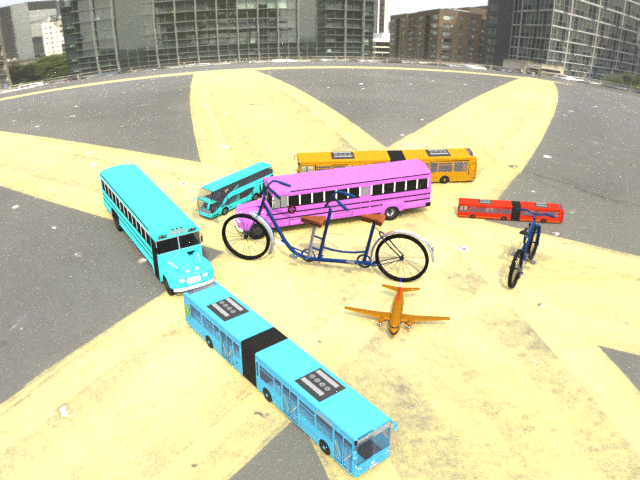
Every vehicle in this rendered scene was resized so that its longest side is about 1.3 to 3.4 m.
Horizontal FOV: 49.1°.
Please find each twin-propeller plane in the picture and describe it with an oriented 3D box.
[{"bbox_3d":[1.008,0.873,9.115,1.370,0.407,1.095,5,28,10],"label":"twin-propeller plane"}]

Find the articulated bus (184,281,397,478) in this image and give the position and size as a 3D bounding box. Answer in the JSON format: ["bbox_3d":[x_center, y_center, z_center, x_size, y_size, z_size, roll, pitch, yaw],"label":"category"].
[{"bbox_3d":[-0.506,1.422,7.911,0.605,0.561,3.401,-20,34,-33],"label":"articulated bus"}]

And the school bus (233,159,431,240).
[{"bbox_3d":[0.210,-0.715,11.652,3.322,0.844,0.709,-8,29,-16],"label":"school bus"}]

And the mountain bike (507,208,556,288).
[{"bbox_3d":[2.986,0.085,10.112,0.573,0.868,1.469,15,32,27],"label":"mountain bike"}]

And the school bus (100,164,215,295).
[{"bbox_3d":[-2.560,-0.240,10.753,0.709,0.844,3.322,-16,32,-27],"label":"school bus"}]

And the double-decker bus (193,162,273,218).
[{"bbox_3d":[-1.478,-0.873,12.275,0.389,0.541,1.672,21,34,34],"label":"double-decker bus"}]

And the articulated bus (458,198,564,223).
[{"bbox_3d":[3.200,-0.502,11.842,1.749,0.289,0.311,4,28,8],"label":"articulated bus"}]

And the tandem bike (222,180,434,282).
[{"bbox_3d":[0.058,-0.127,10.025,3.192,1.326,0.550,7,29,14],"label":"tandem bike"}]

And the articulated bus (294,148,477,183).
[{"bbox_3d":[1.228,-1.375,13.203,3.401,0.561,0.605,-2,28,-4],"label":"articulated bus"}]
